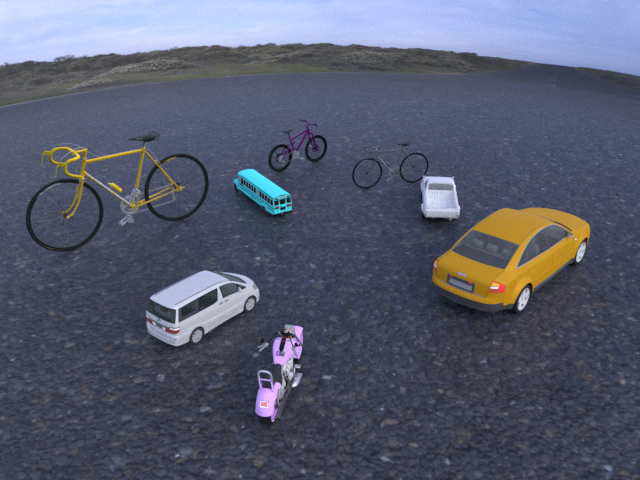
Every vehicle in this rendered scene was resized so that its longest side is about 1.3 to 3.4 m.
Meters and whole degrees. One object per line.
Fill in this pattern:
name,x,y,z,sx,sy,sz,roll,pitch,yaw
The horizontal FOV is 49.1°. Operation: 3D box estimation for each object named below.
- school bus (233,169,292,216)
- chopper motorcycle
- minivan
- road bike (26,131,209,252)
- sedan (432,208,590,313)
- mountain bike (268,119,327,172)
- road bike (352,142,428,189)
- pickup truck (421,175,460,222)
school bus,-1.054,-0.871,12.369,0.365,0.434,1.708,-15,30,-27
chopper motorcycle,-0.406,1.304,7.567,0.466,0.761,1.563,5,27,10
minivan,-1.444,0.756,8.848,0.681,0.616,1.548,19,32,34
road bike,-3.082,-0.834,10.908,3.004,1.656,0.696,-18,32,-33
sedan,2.797,0.071,9.877,1.235,0.940,3.137,22,34,37
mountain bike,-0.428,-1.872,13.915,1.469,0.868,0.573,-20,32,-35
road bike,1.321,-1.407,12.986,1.545,0.852,0.358,-8,27,-17
pickup truck,2.067,-0.777,12.089,0.640,0.511,1.603,3,26,6
